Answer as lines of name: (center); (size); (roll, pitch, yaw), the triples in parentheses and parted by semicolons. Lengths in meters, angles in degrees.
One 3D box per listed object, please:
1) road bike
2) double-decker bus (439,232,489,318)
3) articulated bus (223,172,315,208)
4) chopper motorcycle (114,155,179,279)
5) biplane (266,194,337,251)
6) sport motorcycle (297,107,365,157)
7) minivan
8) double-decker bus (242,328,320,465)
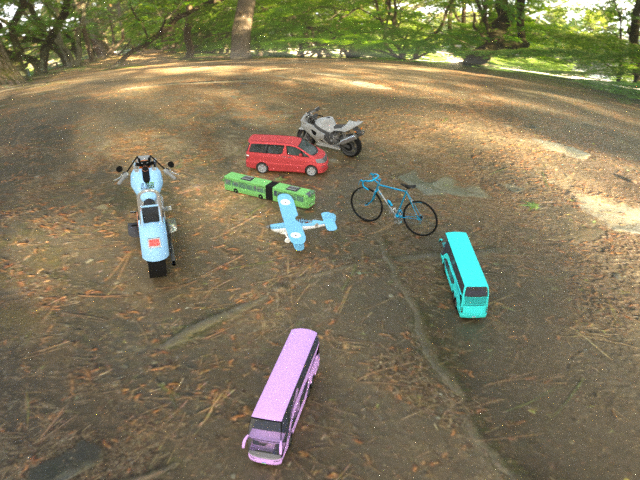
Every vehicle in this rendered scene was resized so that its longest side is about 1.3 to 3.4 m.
road bike: (1.150, -0.565, 10.994); (1.545, 0.852, 0.358); (17, 32, 29)
double-decker bus: (1.932, 0.420, 9.471); (0.389, 0.541, 1.672); (0, 28, 0)
articulated bus: (-0.902, -0.872, 12.171); (1.749, 0.289, 0.311); (15, 31, 25)
chopper motorcycle: (-2.538, -0.613, 10.415); (0.906, 1.480, 3.040); (-7, 29, -13)
biplane: (-0.282, -0.226, 10.726); (1.090, 0.504, 1.336); (-6, 29, -11)
sport motorcycle: (0.188, -2.151, 14.010); (1.520, 0.821, 0.506); (16, 32, 27)
minivan: (-0.613, -1.622, 13.234); (1.548, 0.616, 0.681); (4, 28, 8)
double-decker bus: (-0.353, 1.597, 7.258); (0.389, 0.541, 1.672); (6, 29, 12)
